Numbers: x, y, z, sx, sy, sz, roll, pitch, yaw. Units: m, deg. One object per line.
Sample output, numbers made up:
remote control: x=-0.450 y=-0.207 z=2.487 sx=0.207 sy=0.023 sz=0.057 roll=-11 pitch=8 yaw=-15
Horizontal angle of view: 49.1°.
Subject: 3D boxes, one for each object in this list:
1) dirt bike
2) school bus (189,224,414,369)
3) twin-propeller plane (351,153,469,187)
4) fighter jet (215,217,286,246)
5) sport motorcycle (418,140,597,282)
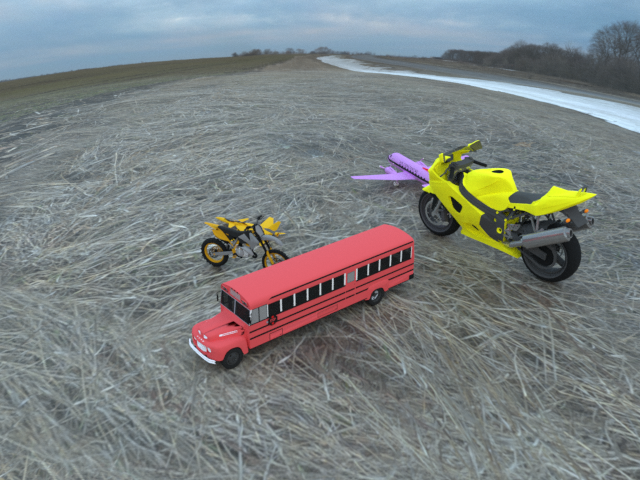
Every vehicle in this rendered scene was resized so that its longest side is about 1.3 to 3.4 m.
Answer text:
dirt bike: x=-1.105 y=0.091 z=10.288 sx=1.493 sy=0.857 sz=0.527 roll=10 pitch=28 yaw=20
school bus: x=-0.160 y=0.662 z=9.160 sx=3.322 sy=0.844 sz=0.709 roll=-20 pitch=33 yaw=-34
twin-propeller plane: x=1.867 y=-1.394 z=13.333 sx=2.663 sy=0.792 sz=2.129 roll=-12 pitch=29 yaw=-23
fighter jet: x=-1.274 y=-0.279 z=11.666 sx=1.358 sy=0.286 sz=1.147 roll=20 pitch=33 yaw=34
sport motorcycle: x=2.669 y=-0.463 z=10.571 sx=0.983 sy=1.596 sz=2.955 roll=-22 pitch=34 yaw=-37
